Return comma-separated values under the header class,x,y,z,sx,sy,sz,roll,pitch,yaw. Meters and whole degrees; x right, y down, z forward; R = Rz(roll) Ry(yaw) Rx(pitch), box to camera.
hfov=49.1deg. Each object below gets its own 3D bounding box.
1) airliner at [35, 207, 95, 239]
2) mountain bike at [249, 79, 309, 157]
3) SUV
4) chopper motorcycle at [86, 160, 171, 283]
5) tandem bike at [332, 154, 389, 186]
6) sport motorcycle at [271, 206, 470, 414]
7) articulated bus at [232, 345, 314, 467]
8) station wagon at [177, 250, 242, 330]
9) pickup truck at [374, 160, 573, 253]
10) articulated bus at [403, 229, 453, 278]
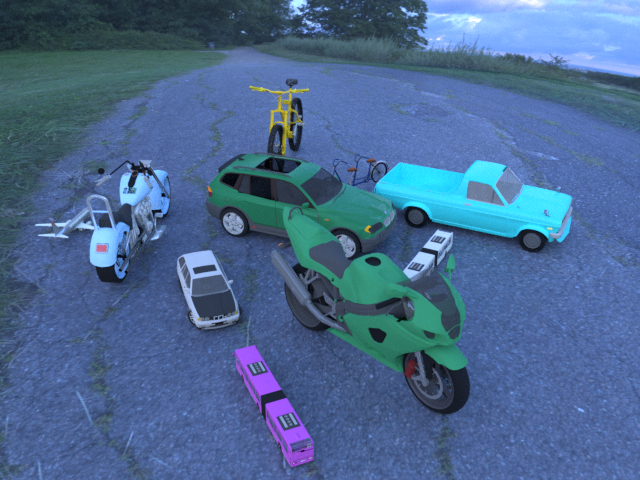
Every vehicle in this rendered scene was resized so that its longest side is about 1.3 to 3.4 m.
class,x,y,z,sx,sy,sz,roll,pitch,yaw
airliner,-3.982,-0.351,11.275,1.161,0.429,1.307,4,28,8
mountain bike,-0.661,-2.257,13.576,1.114,1.688,2.857,5,28,9
SUV,-0.315,-0.630,11.053,3.058,1.128,1.276,11,30,21
chopper motorcycle,-2.781,-0.548,10.516,0.906,1.480,3.040,2,28,3
tandem bike,0.635,-1.222,12.676,1.642,0.682,0.283,-19,33,-32
sport motorcycle,0.536,0.731,7.930,0.983,1.596,2.955,-21,34,-35
articulated bus,-0.521,1.711,7.462,0.311,0.289,1.749,-12,30,-21
station wagon,-1.522,0.608,9.383,0.682,0.473,1.597,-9,29,-17
pickup truck,2.483,-0.720,11.373,3.117,0.993,1.244,13,30,24
articulated bus,1.531,0.319,10.140,0.311,0.289,1.749,14,30,24
